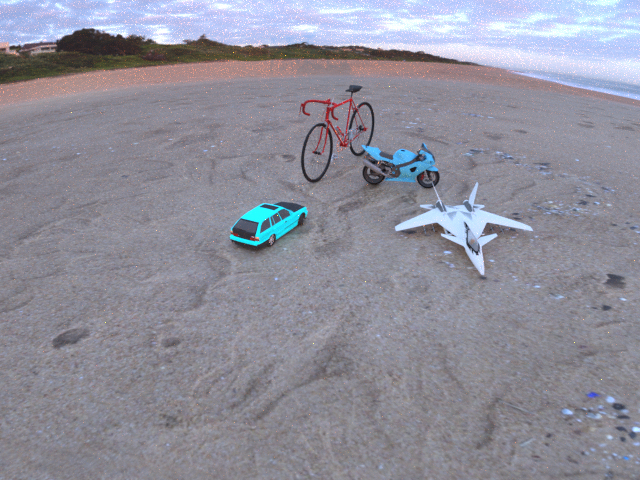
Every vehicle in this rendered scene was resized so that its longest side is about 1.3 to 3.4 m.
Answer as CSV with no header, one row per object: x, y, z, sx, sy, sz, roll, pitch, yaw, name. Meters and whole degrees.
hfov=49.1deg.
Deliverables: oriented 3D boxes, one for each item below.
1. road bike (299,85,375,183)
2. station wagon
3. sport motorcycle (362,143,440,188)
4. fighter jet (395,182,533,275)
0.421,-2.249,14.147,0.697,1.656,3.004,14,29,27,road bike
-0.809,-0.342,11.540,0.682,0.473,1.597,14,29,27,station wagon
1.537,-1.419,13.384,1.520,0.821,0.506,5,26,11,sport motorcycle
2.345,-0.220,11.188,2.229,0.557,2.640,0,26,0,fighter jet
